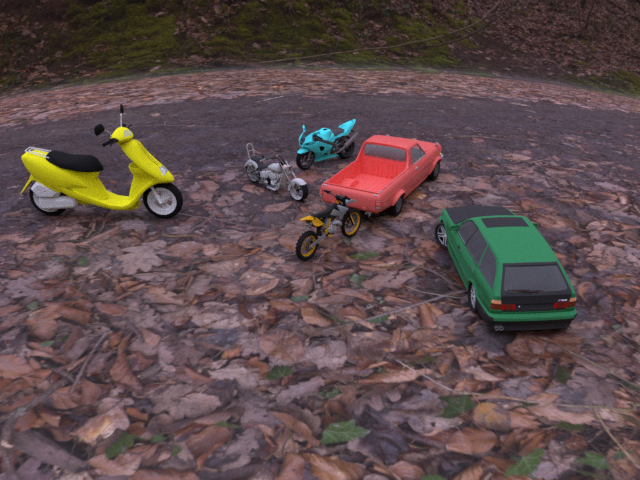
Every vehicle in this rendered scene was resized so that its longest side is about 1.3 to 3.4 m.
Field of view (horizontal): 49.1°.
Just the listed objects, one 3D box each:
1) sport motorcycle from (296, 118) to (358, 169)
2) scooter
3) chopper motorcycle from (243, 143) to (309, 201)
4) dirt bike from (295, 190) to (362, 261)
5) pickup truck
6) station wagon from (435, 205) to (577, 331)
[{"bbox_3d":[0.130,-1.927,14.014,1.520,0.821,0.506,-20,33,-35],"label":"sport motorcycle"},{"bbox_3d":[-3.644,-1.201,11.500,2.721,1.786,1.288,2,27,3],"label":"scooter"},{"bbox_3d":[-0.812,-1.237,12.712,1.563,0.761,0.466,23,35,38],"label":"chopper motorcycle"},{"bbox_3d":[0.150,-0.265,10.676,0.527,0.857,1.493,22,34,37],"label":"dirt bike"},{"bbox_3d":[1.187,-1.284,12.547,1.244,0.993,3.117,14,30,25],"label":"pickup truck"},{"bbox_3d":[2.519,0.126,9.828,1.327,0.920,3.105,-2,27,-3],"label":"station wagon"}]
